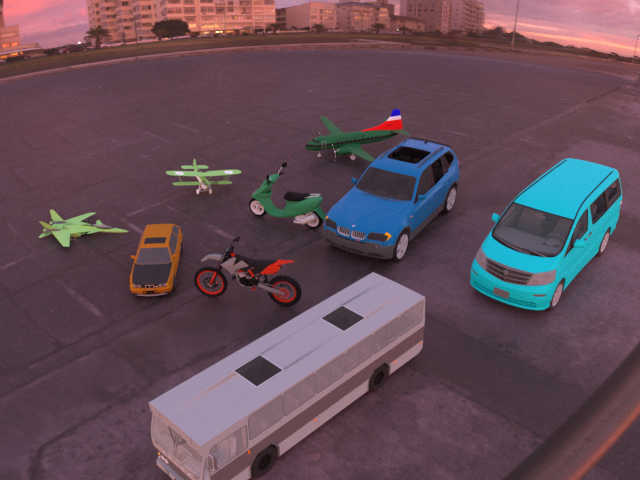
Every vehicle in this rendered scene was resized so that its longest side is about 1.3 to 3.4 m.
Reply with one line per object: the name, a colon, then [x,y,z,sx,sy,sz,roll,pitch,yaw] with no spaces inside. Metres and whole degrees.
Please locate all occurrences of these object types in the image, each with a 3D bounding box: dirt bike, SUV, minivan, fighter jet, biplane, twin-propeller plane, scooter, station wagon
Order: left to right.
fighter jet: [-3.705,-0.235,11.093,1.358,0.286,1.147,2,29,4]
station wagon: [-2.350,0.227,10.067,0.682,0.473,1.597,-2,29,-4]
biplane: [-2.097,-1.136,12.491,1.336,0.504,1.090,-12,31,-21]
dirt bike: [-0.975,0.457,9.257,1.493,0.857,0.527,6,30,10]
scooter: [-0.545,-0.694,11.268,1.399,0.919,0.662,13,32,22]
twin-propeller plane: [0.698,-2.128,13.984,2.129,0.792,2.663,-10,31,-18]
SUV: [1.222,-0.746,11.146,1.276,1.128,3.058,17,33,27]
minivan: [3.299,-0.151,10.003,1.324,1.197,3.011,21,35,33]

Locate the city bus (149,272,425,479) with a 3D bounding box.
city bus: [-0.188,1.454,7.421,0.926,0.894,3.255,25,38,38]
